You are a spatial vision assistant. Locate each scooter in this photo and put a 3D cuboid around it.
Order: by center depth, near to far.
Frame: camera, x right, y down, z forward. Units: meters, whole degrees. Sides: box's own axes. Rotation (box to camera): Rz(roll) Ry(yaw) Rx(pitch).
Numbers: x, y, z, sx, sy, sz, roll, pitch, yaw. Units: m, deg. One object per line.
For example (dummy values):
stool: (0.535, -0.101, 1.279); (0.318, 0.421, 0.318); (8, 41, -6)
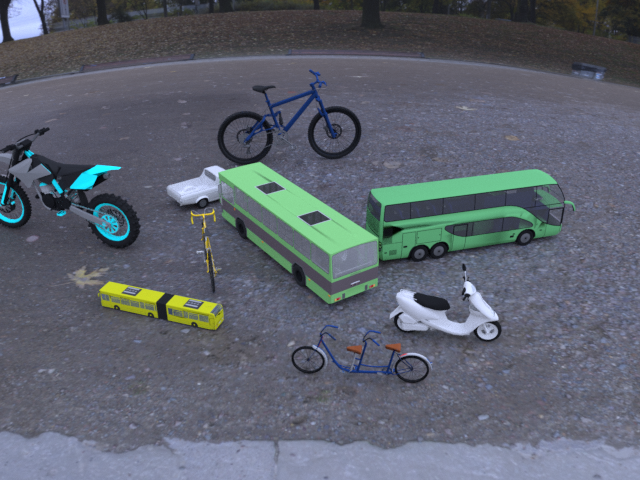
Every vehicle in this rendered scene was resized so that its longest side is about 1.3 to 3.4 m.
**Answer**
scooter: (1.581, 0.825, 8.718); (1.399, 0.919, 0.662); (5, 29, 9)

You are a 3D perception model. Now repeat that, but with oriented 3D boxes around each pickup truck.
pickup truck: (-1.896, -0.999, 12.448); (1.603, 0.511, 0.640); (-20, 35, -32)

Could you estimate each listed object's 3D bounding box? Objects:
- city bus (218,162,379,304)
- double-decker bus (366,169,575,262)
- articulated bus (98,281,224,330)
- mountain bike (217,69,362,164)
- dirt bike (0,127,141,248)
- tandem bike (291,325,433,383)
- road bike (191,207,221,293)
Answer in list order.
city bus: (-0.429, -0.172, 10.551); (0.926, 0.894, 3.255); (-18, 34, -29)
double-decker bus: (2.312, -0.407, 10.814); (3.251, 1.052, 0.756); (-8, 30, -14)
articulated bus: (-2.122, 0.865, 9.297); (1.749, 0.289, 0.311); (10, 30, 17)
mountain bike: (-0.579, -2.315, 13.616); (2.857, 1.688, 1.114); (-5, 29, -9)
dirt bike: (-4.131, -0.773, 10.841); (2.903, 1.666, 1.024); (9, 30, 16)
tandem bike: (0.477, 1.325, 8.056); (1.642, 0.682, 0.283); (4, 29, 7)
road bike: (-1.624, 0.103, 10.096); (0.358, 0.852, 1.545); (-7, 30, -12)
